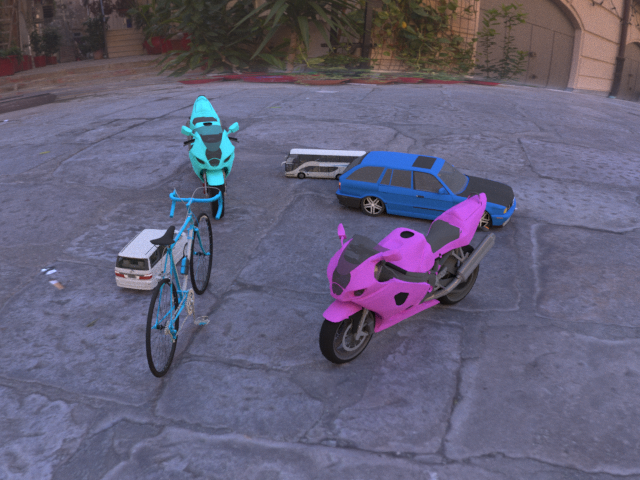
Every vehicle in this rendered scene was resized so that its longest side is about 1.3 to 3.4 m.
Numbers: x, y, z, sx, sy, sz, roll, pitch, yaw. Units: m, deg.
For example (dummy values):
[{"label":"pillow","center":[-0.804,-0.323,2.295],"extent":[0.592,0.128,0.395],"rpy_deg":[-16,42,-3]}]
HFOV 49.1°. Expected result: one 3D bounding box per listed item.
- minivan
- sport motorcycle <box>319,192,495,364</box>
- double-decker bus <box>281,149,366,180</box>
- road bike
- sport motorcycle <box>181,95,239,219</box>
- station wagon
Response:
[{"label":"minivan","center":[-2.479,0.179,10.476],"extent":[0.681,0.616,1.548],"rpy_deg":[6,27,11]},{"label":"sport motorcycle","center":[1.115,0.438,8.876],"extent":[2.955,1.596,0.983],"rpy_deg":[-22,34,-37]},{"label":"double-decker bus","center":[0.082,-1.503,13.887],"extent":[1.672,0.541,0.389],"rpy_deg":[3,27,6]},{"label":"road bike","center":[-1.747,0.388,8.909],"extent":[0.696,1.656,3.004],"rpy_deg":[2,27,5]},{"label":"sport motorcycle","center":[-2.030,-1.585,12.880],"extent":[0.983,1.596,2.955],"rpy_deg":[-6,27,-11]},{"label":"station wagon","center":[1.885,-0.945,12.364],"extent":[3.105,0.920,1.327],"rpy_deg":[9,28,17]}]
